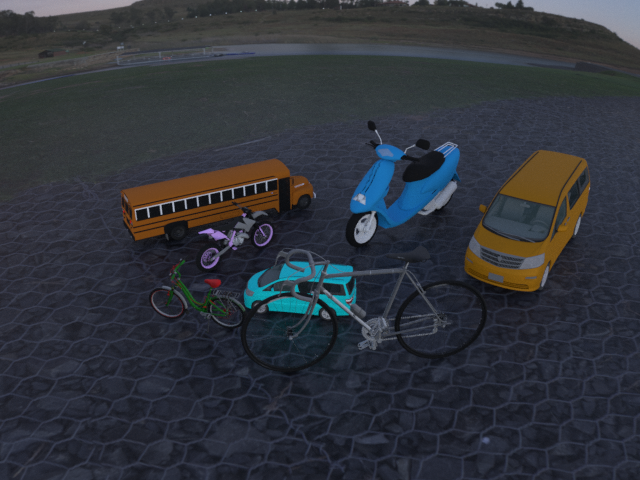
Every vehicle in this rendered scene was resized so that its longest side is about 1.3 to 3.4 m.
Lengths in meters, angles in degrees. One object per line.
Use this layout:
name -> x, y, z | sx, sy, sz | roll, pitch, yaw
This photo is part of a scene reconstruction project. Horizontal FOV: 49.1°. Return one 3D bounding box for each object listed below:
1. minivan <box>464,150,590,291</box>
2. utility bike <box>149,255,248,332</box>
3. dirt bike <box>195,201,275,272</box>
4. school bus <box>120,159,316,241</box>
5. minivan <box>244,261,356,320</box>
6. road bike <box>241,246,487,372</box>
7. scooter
minivan -> 3.285, -0.362, 10.863 | 1.324, 1.197, 3.011 | 17, 34, 28
utility bike -> -1.623, 0.752, 9.134 | 1.435, 0.946, 0.535 | 7, 30, 13
dirt bike -> -1.287, -0.080, 10.707 | 1.493, 0.857, 0.527 | -24, 37, -36
school bus -> -1.634, -0.727, 11.873 | 3.322, 0.844, 0.709 | -15, 33, -25
minivan -> -0.280, 0.652, 9.650 | 1.548, 0.616, 0.681 | 5, 30, 8
road bike -> 0.558, 0.825, 8.280 | 3.004, 1.656, 0.696 | -4, 30, -7
scooter -> 1.426, -1.025, 11.441 | 2.721, 1.786, 1.288 | -24, 37, -36
